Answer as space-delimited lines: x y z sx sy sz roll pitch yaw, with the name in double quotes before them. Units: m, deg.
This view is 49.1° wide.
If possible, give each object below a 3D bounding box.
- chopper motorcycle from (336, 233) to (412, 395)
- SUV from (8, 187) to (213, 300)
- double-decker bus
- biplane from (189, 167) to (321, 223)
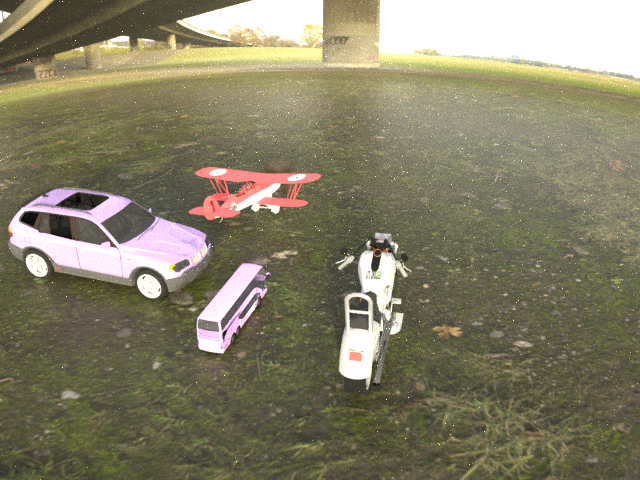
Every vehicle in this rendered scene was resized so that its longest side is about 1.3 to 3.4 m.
"chopper motorcycle" 0.681 0.607 8.690 0.906 1.480 3.040 5 27 11
"SUV" -3.118 -0.040 10.361 3.058 1.128 1.276 9 28 17
"double-decker bus" -1.121 0.847 9.257 0.389 0.541 1.672 8 28 15
"biplane" -1.287 -0.760 11.952 2.598 0.981 2.120 16 31 29
